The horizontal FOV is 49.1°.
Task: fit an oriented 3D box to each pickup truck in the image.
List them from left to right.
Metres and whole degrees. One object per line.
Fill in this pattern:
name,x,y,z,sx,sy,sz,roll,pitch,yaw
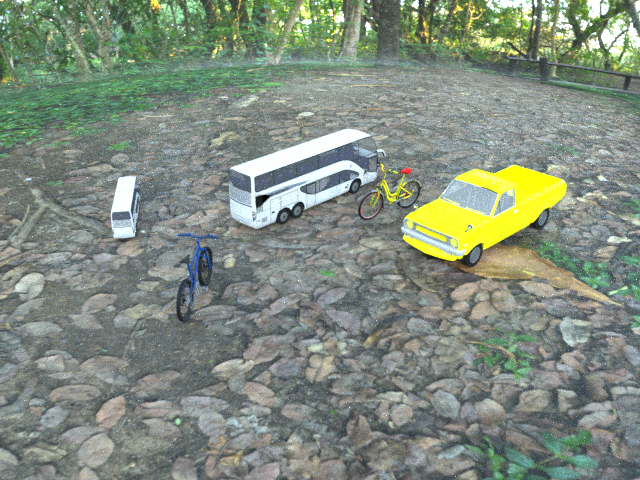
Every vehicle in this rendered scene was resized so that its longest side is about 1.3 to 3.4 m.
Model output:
pickup truck,2.708,-0.575,11.269,3.117,0.993,1.244,-23,35,-38

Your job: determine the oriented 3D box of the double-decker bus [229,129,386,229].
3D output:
double-decker bus,-0.170,-1.148,12.316,0.756,1.052,3.251,24,36,38

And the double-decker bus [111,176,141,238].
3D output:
double-decker bus,-3.257,-0.585,11.780,0.389,0.541,1.672,-4,28,-9

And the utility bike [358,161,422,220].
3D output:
utility bike,1.252,-0.856,11.866,1.435,0.946,0.535,-18,32,-31

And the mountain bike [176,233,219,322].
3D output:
mountain bike,-1.683,0.442,9.432,0.573,0.868,1.469,4,28,7
